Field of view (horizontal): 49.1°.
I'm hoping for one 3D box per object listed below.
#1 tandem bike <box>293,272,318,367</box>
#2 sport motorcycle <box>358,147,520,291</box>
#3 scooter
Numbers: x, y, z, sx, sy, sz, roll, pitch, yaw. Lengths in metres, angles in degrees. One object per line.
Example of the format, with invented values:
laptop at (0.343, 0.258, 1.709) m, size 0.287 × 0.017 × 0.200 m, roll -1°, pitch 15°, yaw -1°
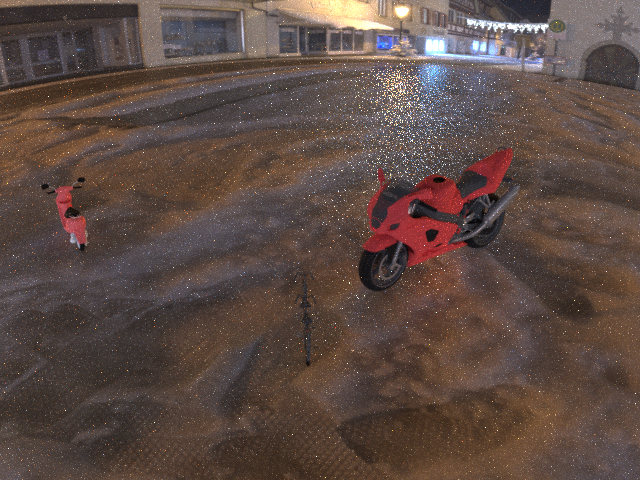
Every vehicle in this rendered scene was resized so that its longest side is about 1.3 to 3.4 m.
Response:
tandem bike at (-0.180, 0.891, 8.700) m, size 0.283 × 0.682 × 1.642 m, roll -1°, pitch 28°, yaw -3°
sport motorcycle at (1.704, -0.332, 10.024) m, size 2.955 × 1.596 × 0.983 m, roll -20°, pitch 34°, yaw -33°
scooter at (-3.913, -0.448, 10.962) m, size 0.662 × 0.919 × 1.399 m, roll -15°, pitch 31°, yaw -26°
